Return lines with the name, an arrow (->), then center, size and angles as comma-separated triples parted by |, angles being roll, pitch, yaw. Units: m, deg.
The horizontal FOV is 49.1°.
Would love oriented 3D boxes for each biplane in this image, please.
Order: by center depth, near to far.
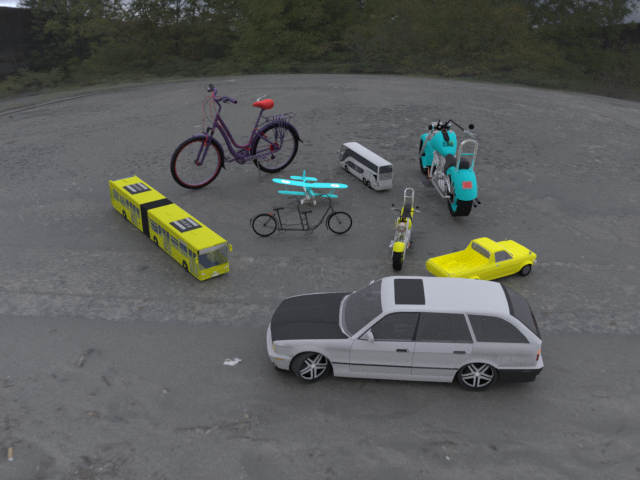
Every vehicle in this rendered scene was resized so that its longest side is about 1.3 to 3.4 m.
biplane -> -0.196, -0.935, 12.471 | 1.336, 0.504, 1.090 | -5, 26, -10

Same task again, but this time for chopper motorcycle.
chopper motorcycle -> 1.266, -0.184, 10.630 | 0.466, 0.761, 1.563 | 5, 26, 11
chopper motorcycle -> 2.242, -1.505, 12.528 | 0.906, 1.480, 3.040 | -2, 26, -4

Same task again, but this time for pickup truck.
pickup truck -> 2.304, 0.288, 9.943 | 1.603, 0.511, 0.640 | -12, 29, -24

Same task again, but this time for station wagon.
station wagon -> 0.932, 0.973, 8.063 | 3.105, 0.920, 1.327 | 2, 26, 4

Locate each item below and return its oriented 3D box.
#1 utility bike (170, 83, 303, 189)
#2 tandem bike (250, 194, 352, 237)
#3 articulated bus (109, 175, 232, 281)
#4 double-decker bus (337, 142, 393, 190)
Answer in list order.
utility bike -> -1.456, -1.930, 12.992 | 2.791, 1.839, 1.039 | -16, 30, -29
tandem bike -> -0.300, -0.381, 11.126 | 1.642, 0.682, 0.283 | -2, 26, -4
articulated bus -> -2.465, -0.276, 11.048 | 0.605, 0.561, 3.401 | -18, 31, -32
double-decker bus -> 0.857, -1.444, 13.478 | 0.389, 0.541, 1.672 | -11, 28, -22
